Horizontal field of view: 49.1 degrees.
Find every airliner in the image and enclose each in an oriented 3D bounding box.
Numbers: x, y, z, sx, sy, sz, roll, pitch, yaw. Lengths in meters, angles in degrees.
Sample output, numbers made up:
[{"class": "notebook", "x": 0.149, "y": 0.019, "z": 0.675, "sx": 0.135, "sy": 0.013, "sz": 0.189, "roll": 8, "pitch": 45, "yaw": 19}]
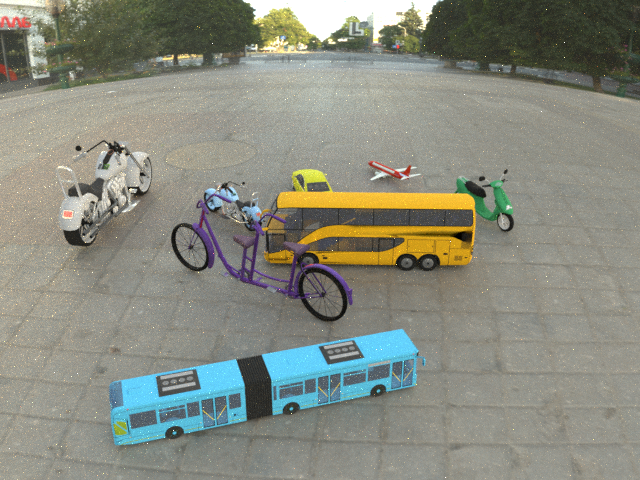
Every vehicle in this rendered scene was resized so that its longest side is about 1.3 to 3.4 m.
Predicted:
[{"class": "airliner", "x": 1.362, "y": -1.443, "z": 13.761, "sx": 1.161, "sy": 0.429, "sz": 1.307, "roll": -18, "pitch": 32, "yaw": -31}]

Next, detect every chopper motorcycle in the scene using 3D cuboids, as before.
[{"class": "chopper motorcycle", "x": -3.546, "y": -1.029, "z": 11.795, "sx": 0.906, "sy": 1.480, "sz": 3.040, "roll": 4, "pitch": 27, "yaw": 8}, {"class": "chopper motorcycle", "x": -1.495, "y": -0.664, "z": 11.870, "sx": 0.466, "sy": 0.761, "sz": 1.563, "roll": -22, "pitch": 35, "yaw": -37}]

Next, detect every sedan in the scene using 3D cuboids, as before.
[{"class": "sedan", "x": -0.140, "y": -1.015, "z": 12.862, "sx": 0.635, "sy": 0.483, "sz": 1.613, "roll": -6, "pitch": 28, "yaw": -11}]

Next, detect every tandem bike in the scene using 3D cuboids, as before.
[{"class": "tandem bike", "x": -0.911, "y": 0.182, "z": 9.592, "sx": 3.192, "sy": 1.326, "sz": 0.550, "roll": 17, "pitch": 32, "yaw": 30}]

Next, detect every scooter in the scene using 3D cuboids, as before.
[{"class": "scooter", "x": 2.784, "y": -0.760, "z": 11.885, "sx": 0.662, "sy": 0.919, "sz": 1.399, "roll": -17, "pitch": 32, "yaw": -30}]

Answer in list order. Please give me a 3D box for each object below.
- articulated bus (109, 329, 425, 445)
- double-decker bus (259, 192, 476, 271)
[{"class": "articulated bus", "x": -0.534, "y": 1.584, "z": 7.686, "sx": 3.401, "sy": 0.561, "sz": 0.605, "roll": -8, "pitch": 28, "yaw": -15}, {"class": "double-decker bus", "x": 0.676, "y": -0.157, "z": 10.557, "sx": 3.251, "sy": 1.052, "sz": 0.756, "roll": 1, "pitch": 27, "yaw": 1}]
